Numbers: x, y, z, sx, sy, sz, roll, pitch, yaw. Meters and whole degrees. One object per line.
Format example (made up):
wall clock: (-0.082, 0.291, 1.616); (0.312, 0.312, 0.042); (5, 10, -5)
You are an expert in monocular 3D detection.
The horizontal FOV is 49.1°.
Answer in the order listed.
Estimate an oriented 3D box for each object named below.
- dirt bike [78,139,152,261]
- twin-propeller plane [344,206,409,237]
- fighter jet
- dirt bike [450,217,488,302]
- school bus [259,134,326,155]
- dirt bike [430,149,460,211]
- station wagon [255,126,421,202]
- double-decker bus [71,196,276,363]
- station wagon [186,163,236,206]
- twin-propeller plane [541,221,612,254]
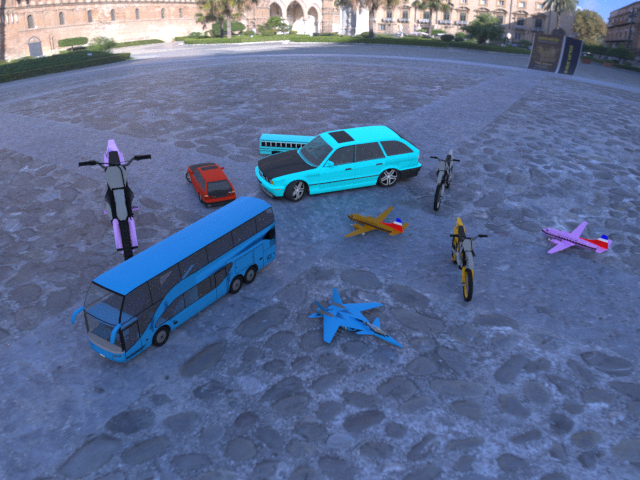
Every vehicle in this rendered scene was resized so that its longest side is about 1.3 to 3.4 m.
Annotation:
dirt bike: (-3.068, -0.613, 10.807); (1.024, 1.666, 2.903); (-9, 30, -15)
twin-propeller plane: (0.903, -0.307, 11.549); (1.095, 0.407, 1.370); (21, 35, 33)
fighter jet: (0.540, 1.064, 9.218); (1.358, 0.286, 1.147); (23, 37, 35)
dirt bike: (2.087, 0.215, 10.153); (0.527, 0.857, 1.493); (1, 29, 1)
school bus: (-0.378, -1.904, 14.382); (1.708, 0.434, 0.365); (4, 29, 8)
dirt bike: (2.239, -1.139, 12.578); (0.527, 0.857, 1.493); (10, 31, 17)
station wagon: (0.326, -1.518, 13.191); (3.105, 0.920, 1.327); (-10, 31, -17)
double-decker bus: (-1.808, 0.466, 9.503); (0.756, 1.052, 3.251); (18, 34, 29)
station wagon: (-2.037, -1.133, 12.961); (0.682, 0.473, 1.597); (-11, 31, -19)
twin-propeller plane: (4.025, -0.046, 11.082); (1.095, 0.407, 1.370); (23, 37, 35)
